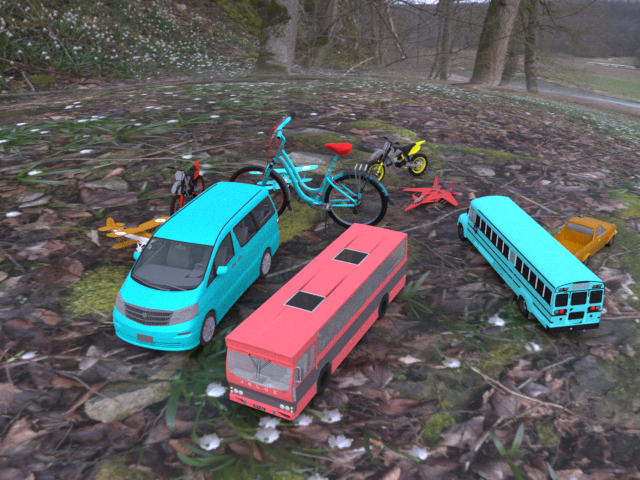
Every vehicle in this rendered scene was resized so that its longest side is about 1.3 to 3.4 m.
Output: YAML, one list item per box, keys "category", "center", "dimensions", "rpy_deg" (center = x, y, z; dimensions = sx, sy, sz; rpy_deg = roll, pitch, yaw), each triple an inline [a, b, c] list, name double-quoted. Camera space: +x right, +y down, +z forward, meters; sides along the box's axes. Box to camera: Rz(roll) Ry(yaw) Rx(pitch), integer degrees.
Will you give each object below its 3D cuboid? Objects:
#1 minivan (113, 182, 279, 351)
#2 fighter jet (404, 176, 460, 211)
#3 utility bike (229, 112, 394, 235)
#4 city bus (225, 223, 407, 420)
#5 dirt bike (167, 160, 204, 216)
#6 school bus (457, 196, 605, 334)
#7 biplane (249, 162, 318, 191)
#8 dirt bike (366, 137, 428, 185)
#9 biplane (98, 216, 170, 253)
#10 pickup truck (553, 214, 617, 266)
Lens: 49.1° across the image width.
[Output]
- category: "minivan"
  center: [-1.565, 0.256, 9.341]
  dimensions: [1.324, 1.197, 3.011]
  rpy_deg: [8, 27, 17]
- category: "fighter jet"
  center: [1.923, -0.808, 12.606]
  dimensions: [1.147, 0.286, 1.358]
  rpy_deg: [21, 32, 36]
- category: "utility bike"
  center: [-0.197, -0.994, 11.201]
  dimensions: [2.791, 1.839, 1.039]
  rpy_deg: [5, 26, 10]
- category: "city bus"
  center: [0.104, 0.850, 8.456]
  dimensions: [0.926, 0.894, 3.255]
  rpy_deg: [12, 28, 24]
- category: "dirt bike"
  center: [-2.303, -0.910, 12.160]
  dimensions: [0.527, 0.857, 1.493]
  rpy_deg: [5, 26, 10]
- category: "school bus"
  center: [2.813, 0.176, 9.916]
  dimensions: [0.709, 0.844, 3.322]
  rpy_deg: [-4, 26, -9]
- category: "biplane"
  center: [-0.728, -1.124, 13.011]
  dimensions: [1.336, 0.504, 1.090]
  rpy_deg: [6, 26, 12]
- category: "dirt bike"
  center: [1.493, -1.547, 13.483]
  dimensions: [1.493, 0.857, 0.527]
  rpy_deg: [-14, 29, -27]
- category: "biplane"
  center: [-2.903, -0.115, 10.913]
  dimensions: [1.090, 0.504, 1.336]
  rpy_deg: [13, 29, 25]
- category: "pickup truck"
  center: [3.979, -0.029, 10.727]
  dimensions: [0.640, 0.511, 1.603]
  rpy_deg: [22, 33, 37]
